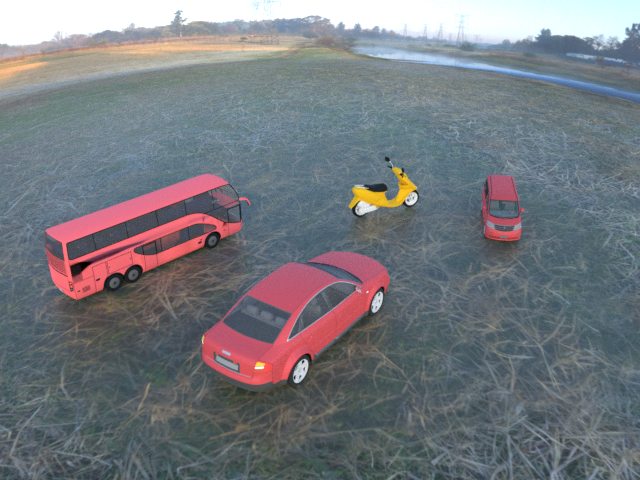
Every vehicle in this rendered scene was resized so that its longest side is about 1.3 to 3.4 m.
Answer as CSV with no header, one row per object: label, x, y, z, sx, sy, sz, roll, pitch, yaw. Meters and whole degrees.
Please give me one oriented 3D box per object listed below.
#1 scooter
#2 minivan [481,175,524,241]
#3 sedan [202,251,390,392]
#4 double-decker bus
scooter,1.153,-0.910,12.324,1.399,0.919,0.662,-12,31,-21
minivan,3.106,-0.559,11.997,0.681,0.616,1.548,4,29,8
sedan,-0.197,0.823,9.124,1.235,0.940,3.137,19,34,30
double-decker bus,-2.553,-0.148,10.788,0.756,1.052,3.251,25,37,38
